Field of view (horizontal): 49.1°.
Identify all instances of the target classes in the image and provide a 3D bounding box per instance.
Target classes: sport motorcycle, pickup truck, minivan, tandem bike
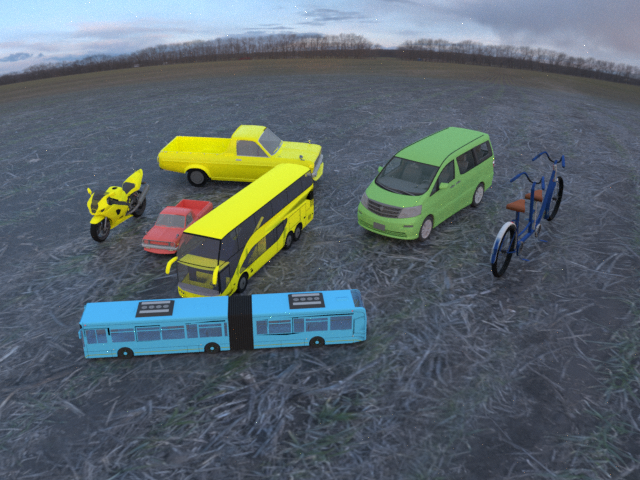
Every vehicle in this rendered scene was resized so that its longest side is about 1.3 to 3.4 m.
[{"bbox_3d":[-3.311,-0.579,11.489,0.506,0.821,1.520,8,27,17],"label":"sport motorcycle"},{"bbox_3d":[-1.496,-1.650,13.505,3.117,0.993,1.244,4,26,8],"label":"pickup truck"},{"bbox_3d":[1.860,-1.007,11.943,1.324,1.197,3.011,19,32,34],"label":"minivan"},{"bbox_3d":[-2.260,-0.280,11.226,0.640,0.511,1.603,6,26,12],"label":"pickup truck"},{"bbox_3d":[3.256,-0.495,10.736,0.550,1.326,3.192,16,30,30],"label":"tandem bike"}]

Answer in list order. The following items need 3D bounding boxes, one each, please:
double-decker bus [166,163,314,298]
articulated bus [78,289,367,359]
[{"bbox_3d":[-1.022,-0.146,10.328,0.756,1.052,3.251,11,28,21],"label":"double-decker bus"},{"bbox_3d":[-1.153,1.009,8.504,3.401,0.561,0.605,-3,26,-5],"label":"articulated bus"}]
